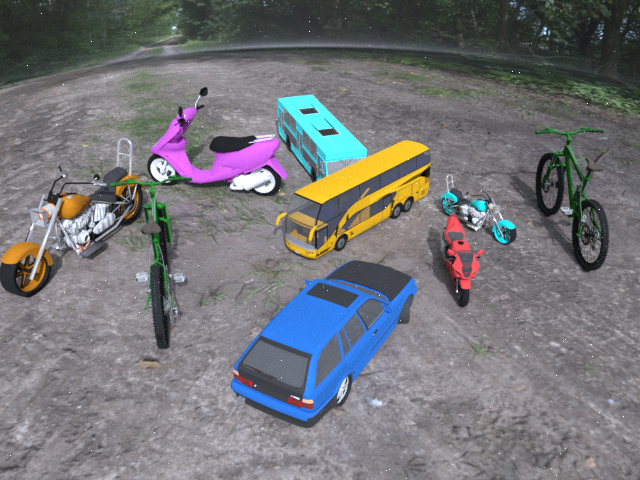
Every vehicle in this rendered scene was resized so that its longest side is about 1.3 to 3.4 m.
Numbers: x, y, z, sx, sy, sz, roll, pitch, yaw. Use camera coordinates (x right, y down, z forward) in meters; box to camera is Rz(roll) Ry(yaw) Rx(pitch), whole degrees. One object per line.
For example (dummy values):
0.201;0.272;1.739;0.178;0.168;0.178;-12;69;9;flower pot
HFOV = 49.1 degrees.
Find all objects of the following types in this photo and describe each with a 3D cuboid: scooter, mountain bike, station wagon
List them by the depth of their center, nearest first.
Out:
0.190;1.025;8.866;1.327;0.920;3.105;16;34;26;station wagon
-2.221;0.155;9.596;1.114;1.688;2.857;-5;31;-9;mountain bike
4.030;-0.781;11.203;1.114;1.688;2.857;-2;30;-3;mountain bike
-1.931;-1.703;12.687;2.721;1.786;1.288;7;31;11;scooter

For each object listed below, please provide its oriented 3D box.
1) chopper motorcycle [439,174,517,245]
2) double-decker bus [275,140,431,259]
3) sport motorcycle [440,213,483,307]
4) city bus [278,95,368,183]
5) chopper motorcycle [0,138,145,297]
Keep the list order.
2.634;-0.515;11.667;0.466;0.761;1.563;-22;37;-32;chopper motorcycle
0.676;-0.707;11.707;0.756;1.052;3.251;25;38;36;double-decker bus
2.021;0.286;10.232;0.506;0.821;1.520;0;30;0;sport motorcycle
-0.032;-1.945;13.989;0.926;0.894;3.255;-10;32;-16;city bus
-3.760;-0.412;10.776;0.906;1.480;3.040;13;33;21;chopper motorcycle
